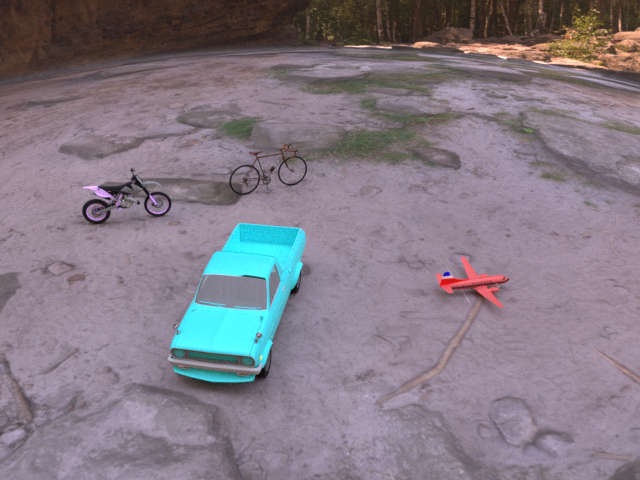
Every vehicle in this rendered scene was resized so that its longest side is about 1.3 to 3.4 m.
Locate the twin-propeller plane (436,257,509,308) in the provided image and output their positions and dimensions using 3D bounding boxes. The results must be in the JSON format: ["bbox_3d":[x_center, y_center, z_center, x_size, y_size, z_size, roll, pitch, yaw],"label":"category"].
[{"bbox_3d":[2.247,0.577,10.133,1.095,0.407,1.370,-7,31,-11],"label":"twin-propeller plane"}]

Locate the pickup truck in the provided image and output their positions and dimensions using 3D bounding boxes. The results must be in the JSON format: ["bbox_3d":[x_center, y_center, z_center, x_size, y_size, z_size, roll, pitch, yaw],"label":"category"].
[{"bbox_3d":[-1.010,0.637,9.444,1.244,0.993,3.117,5,30,8],"label":"pickup truck"}]

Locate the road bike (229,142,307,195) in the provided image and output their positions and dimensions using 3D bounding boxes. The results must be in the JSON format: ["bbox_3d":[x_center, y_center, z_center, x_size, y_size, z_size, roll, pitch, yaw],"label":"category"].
[{"bbox_3d":[-0.948,-1.314,12.962,1.545,0.852,0.358,-13,32,-21],"label":"road bike"}]

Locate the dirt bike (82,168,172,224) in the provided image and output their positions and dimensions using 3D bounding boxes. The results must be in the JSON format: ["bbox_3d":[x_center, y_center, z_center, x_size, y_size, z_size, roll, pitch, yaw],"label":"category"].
[{"bbox_3d":[-3.309,-0.724,11.936,1.493,0.857,0.527,-7,31,-13],"label":"dirt bike"}]
